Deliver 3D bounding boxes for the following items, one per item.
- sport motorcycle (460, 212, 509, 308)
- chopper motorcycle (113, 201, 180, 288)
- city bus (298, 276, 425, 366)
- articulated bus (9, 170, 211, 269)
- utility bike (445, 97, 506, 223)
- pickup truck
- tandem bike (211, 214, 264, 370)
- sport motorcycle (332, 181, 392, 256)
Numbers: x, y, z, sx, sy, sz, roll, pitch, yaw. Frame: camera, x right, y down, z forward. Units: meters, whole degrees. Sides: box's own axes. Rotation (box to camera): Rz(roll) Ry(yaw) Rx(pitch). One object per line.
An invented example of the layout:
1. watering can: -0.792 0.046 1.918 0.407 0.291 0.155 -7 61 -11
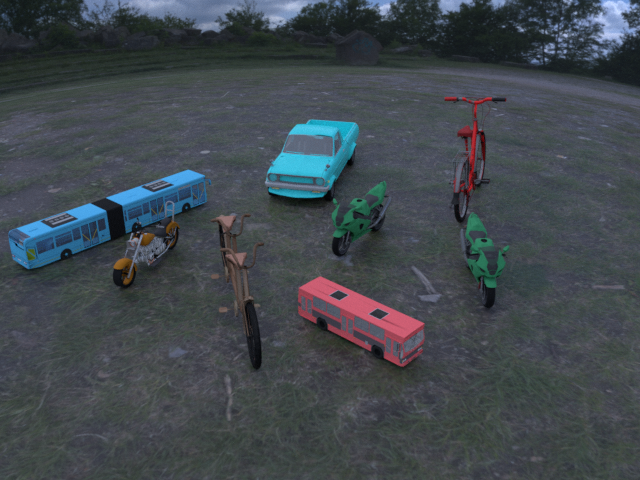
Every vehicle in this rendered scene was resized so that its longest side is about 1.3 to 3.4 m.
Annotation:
1. sport motorcycle: 2.216 0.263 9.620 0.506 0.821 1.520 0 27 0
2. chopper motorcycle: -2.505 0.047 10.120 0.466 0.761 1.563 10 28 18
3. city bus: 0.471 0.987 8.577 1.674 0.460 0.476 22 34 37
4. articulated bus: -3.236 -0.400 11.237 0.605 0.561 3.401 21 34 36
5. utility bike: 2.514 -1.499 12.006 1.039 1.839 2.791 10 28 19
6. pickup truck: -0.073 -1.695 13.342 1.244 0.993 3.117 6 27 12
7. tandem bike: -1.068 0.328 8.926 0.550 1.326 3.192 -7 27 -13
8. sport motorcycle: 0.620 -0.342 10.829 0.506 0.821 1.520 16 31 29
